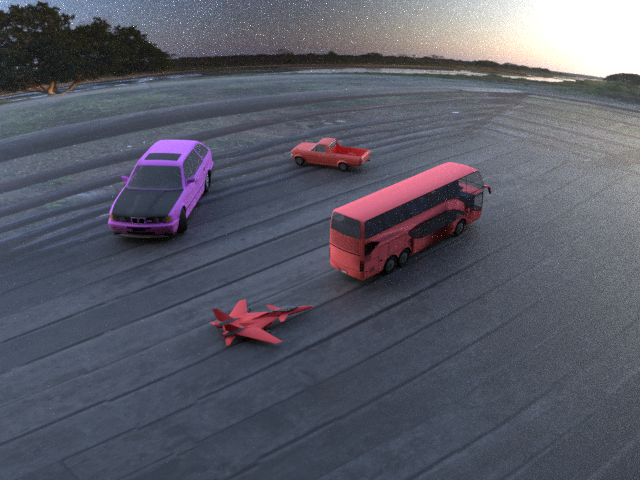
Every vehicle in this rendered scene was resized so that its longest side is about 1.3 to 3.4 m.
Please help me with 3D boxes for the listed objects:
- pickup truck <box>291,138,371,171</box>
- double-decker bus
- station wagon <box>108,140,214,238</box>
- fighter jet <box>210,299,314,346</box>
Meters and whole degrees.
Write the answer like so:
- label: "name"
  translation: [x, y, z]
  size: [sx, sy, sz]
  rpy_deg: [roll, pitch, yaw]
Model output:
- label: "pickup truck"
  translation: [0.214, -1.792, 14.354]
  size: [1.603, 0.511, 0.640]
  rpy_deg: [10, 28, 20]
- label: "double-decker bus"
  translation: [1.456, -0.380, 10.826]
  size: [0.756, 1.052, 3.251]
  rpy_deg: [23, 34, 39]
- label: "station wagon"
  translation: [-2.730, -1.012, 12.278]
  size: [1.327, 0.920, 3.105]
  rpy_deg: [2, 26, 4]
- label: "fighter jet"
  translation: [-0.679, 0.943, 8.976]
  size: [1.358, 0.286, 1.147]
  rpy_deg: [-13, 29, -25]
